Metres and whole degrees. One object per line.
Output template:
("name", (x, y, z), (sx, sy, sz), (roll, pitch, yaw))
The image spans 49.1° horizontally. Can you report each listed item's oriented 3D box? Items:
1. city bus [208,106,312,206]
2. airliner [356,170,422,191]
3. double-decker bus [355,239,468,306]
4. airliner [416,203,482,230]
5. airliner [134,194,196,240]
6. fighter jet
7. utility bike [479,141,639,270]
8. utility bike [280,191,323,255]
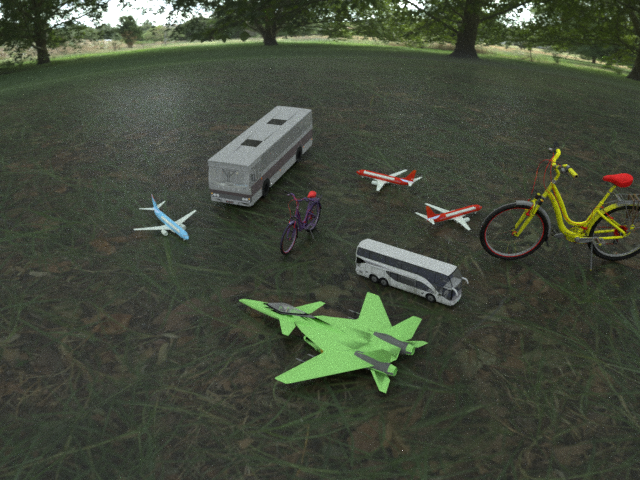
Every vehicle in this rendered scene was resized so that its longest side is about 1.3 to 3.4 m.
("city bus", (-1.069, -1.676, 13.651), (0.926, 0.894, 3.255), (10, 30, 17))
("airliner", (1.262, -1.270, 13.398), (1.307, 0.429, 1.161), (18, 34, 29))
("double-decker bus", (1.296, 0.468, 10.145), (1.672, 0.541, 0.389), (18, 34, 29))
("airliner", (2.308, -0.528, 12.059), (1.307, 0.429, 1.161), (-16, 33, -27))
("airliner", (-2.540, -0.373, 11.778), (1.161, 0.429, 1.307), (-21, 35, -32))
("fighter jet", (-0.027, 1.039, 9.097), (2.640, 0.557, 2.229), (18, 33, 29))
("utility bike", (3.831, -0.412, 10.394), (2.791, 1.839, 1.039), (0, 29, 0))
("utility bike", (-0.242, -0.381, 11.260), (0.535, 0.946, 1.435), (13, 32, 23))
